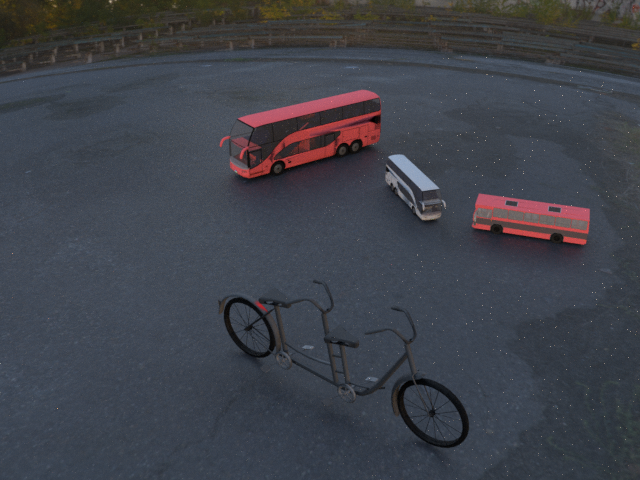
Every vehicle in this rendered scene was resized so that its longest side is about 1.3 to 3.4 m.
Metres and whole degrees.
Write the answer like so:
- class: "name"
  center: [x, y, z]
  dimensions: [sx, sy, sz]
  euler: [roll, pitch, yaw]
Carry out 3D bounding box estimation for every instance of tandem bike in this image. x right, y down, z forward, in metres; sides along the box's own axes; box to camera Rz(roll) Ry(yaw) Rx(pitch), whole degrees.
- class: "tandem bike"
  center: [0.110, 1.085, 7.249]
  dimensions: [3.192, 1.326, 0.550]
  euler: [20, 35, 31]

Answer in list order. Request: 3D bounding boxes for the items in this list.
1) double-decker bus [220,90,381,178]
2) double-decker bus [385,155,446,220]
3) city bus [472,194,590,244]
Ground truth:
- class: "double-decker bus"
  center: [-0.263, -1.991, 13.083]
  dimensions: [3.251, 1.052, 0.756]
  euler: [-19, 34, -31]
- class: "double-decker bus"
  center: [1.542, -0.873, 11.592]
  dimensions: [0.389, 0.541, 1.672]
  euler: [-8, 30, -15]
- class: "city bus"
  center: [3.199, -0.307, 10.654]
  dimensions: [1.674, 0.460, 0.476]
  euler: [10, 30, 17]
